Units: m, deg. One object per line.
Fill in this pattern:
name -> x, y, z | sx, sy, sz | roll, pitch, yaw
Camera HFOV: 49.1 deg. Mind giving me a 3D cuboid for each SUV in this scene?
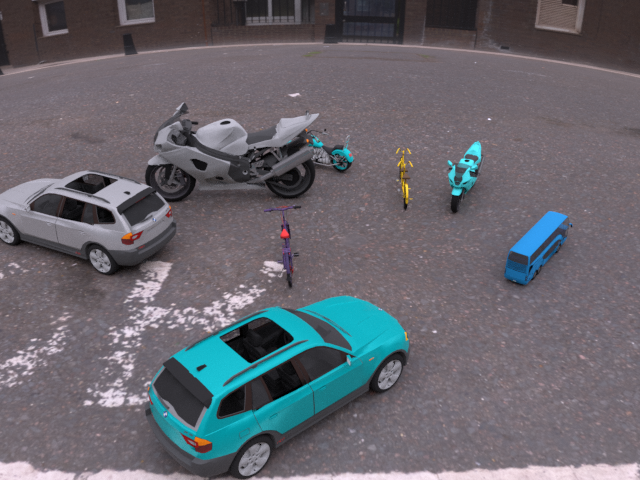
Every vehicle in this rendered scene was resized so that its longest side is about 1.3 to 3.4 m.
SUV -> -3.652, -0.448, 10.589 | 3.058, 1.128, 1.276 | 14, 33, 23
SUV -> -0.356, 1.335, 7.531 | 3.058, 1.128, 1.276 | -23, 38, -34

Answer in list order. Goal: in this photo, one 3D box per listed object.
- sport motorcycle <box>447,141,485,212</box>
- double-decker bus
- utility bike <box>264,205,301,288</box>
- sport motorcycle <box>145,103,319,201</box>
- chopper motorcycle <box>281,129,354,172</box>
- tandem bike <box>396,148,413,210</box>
sport motorcycle -> 2.496, -1.092, 12.000 | 0.506, 0.821, 1.520 | 12, 32, 20
double-decker bus -> 3.216, 0.078, 10.270 | 0.389, 0.541, 1.672 | 21, 36, 31
utility bike -> -0.518, 0.023, 9.963 | 0.535, 0.946, 1.435 | -2, 30, -3
sport motorcycle -> -1.489, -1.414, 11.782 | 2.955, 1.596, 0.983 | -2, 30, -4
chopper motorcycle -> -0.089, -1.741, 13.172 | 1.563, 0.761, 0.466 | 16, 34, 25
tandem bike -> 1.463, -1.127, 12.199 | 0.283, 0.682, 1.642 | 1, 30, 2
